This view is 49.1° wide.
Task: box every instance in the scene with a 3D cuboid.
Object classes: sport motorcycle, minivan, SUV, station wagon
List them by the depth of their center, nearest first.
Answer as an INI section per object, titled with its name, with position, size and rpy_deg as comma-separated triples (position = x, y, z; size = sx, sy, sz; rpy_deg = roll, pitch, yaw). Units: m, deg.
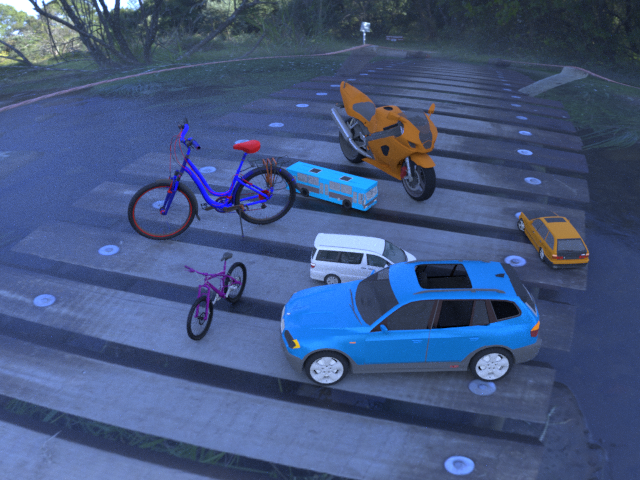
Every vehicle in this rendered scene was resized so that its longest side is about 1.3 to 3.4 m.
[SUV]
position = 1.046, 0.884, 8.278
size = 3.058, 1.128, 1.276
rpy_deg = -1, 29, -2
[minivan]
position = 0.647, 0.302, 9.883
size = 1.548, 0.616, 0.681
rpy_deg = 4, 29, 8
[station wagon]
position = 3.581, -0.119, 10.804
size = 0.682, 0.473, 1.597
rpy_deg = -2, 29, -4
[sport motorcycle]
position = 1.184, -1.859, 12.823
size = 0.983, 1.596, 2.955
rpy_deg = -15, 32, -26

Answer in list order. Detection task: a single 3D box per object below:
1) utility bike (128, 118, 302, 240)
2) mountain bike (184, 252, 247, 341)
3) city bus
[utility bike]
position = -1.571, -0.880, 10.774
size = 2.791, 1.839, 1.039
rpy_deg = -10, 30, -17
[mountain bike]
position = -1.317, 0.636, 9.005
size = 0.573, 0.868, 1.469
rpy_deg = 11, 31, 20
[city bus]
position = 0.189, -0.938, 12.322
size = 1.674, 0.460, 0.476
rpy_deg = 17, 33, 29
